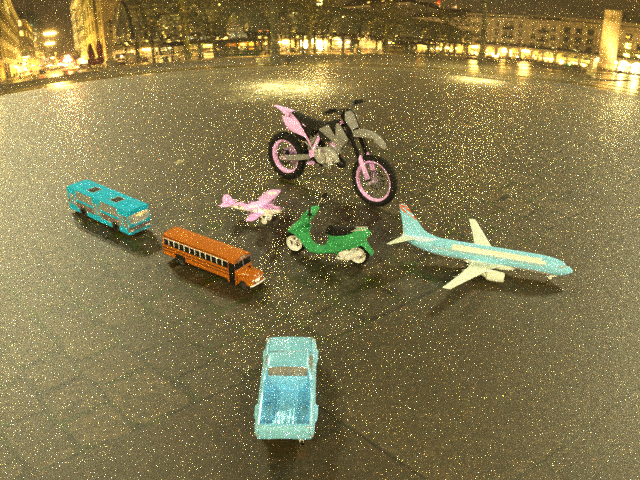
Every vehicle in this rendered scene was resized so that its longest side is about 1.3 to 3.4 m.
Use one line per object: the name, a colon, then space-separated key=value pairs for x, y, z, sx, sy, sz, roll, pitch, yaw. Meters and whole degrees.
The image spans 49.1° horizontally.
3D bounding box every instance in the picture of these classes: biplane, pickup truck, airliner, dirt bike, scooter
biplane: x=-1.081 y=-0.553 z=11.451 sx=1.090 sy=0.504 sz=1.336 roll=7 pitch=28 yaw=14
pickup truck: x=-0.336 y=1.496 z=7.402 sx=0.640 sy=0.511 sz=1.603 roll=0 pitch=27 yaw=0
airliner: x=2.297 y=0.031 z=9.934 sx=2.541 sy=0.835 sz=2.257 roll=9 pitch=28 yaw=17
dirt bike: x=0.161 y=-1.621 z=12.273 sx=2.903 sy=1.666 sz=1.024 roll=21 pitch=33 yaw=35
scooter: x=0.115 y=-0.134 z=10.167 sx=1.399 sy=0.919 sz=0.662 roll=11 pitch=29 yaw=20

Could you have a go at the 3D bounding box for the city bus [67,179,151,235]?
city bus: x=-3.472 y=-0.531 z=11.458 sx=1.674 sy=0.460 sz=0.476 roll=20 pitch=33 yaw=34

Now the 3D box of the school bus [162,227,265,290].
school bus: x=-1.522 y=0.248 z=9.950 sx=1.708 sy=0.434 sz=0.365 roll=18 pitch=32 yaw=31
